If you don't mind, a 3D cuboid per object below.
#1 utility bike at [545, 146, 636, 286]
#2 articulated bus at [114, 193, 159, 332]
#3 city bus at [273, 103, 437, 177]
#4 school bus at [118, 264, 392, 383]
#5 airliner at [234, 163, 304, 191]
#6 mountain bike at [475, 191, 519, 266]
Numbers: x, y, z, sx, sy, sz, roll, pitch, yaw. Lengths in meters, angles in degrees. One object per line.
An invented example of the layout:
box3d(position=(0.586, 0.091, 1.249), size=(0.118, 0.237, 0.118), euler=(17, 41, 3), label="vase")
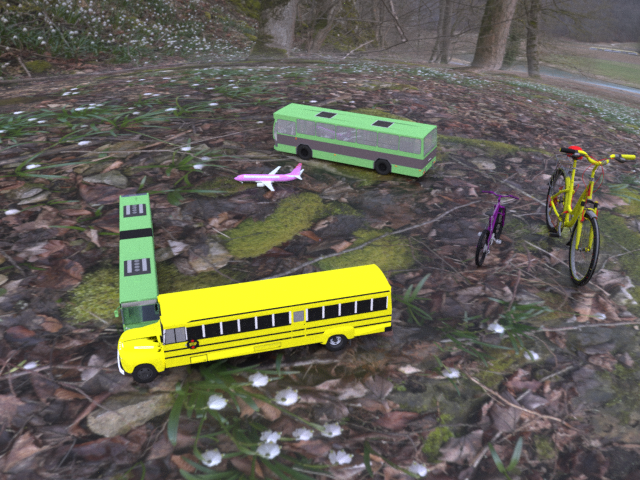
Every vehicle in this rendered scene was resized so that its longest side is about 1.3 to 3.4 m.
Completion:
box3d(position=(3.892, -0.619, 10.452), size=(1.039, 1.839, 2.791), euler=(2, 28, 4), label="utility bike")
box3d(position=(-2.663, 0.220, 10.240), size=(0.605, 0.561, 3.401), euler=(-7, 29, -12), label="articulated bus")
box3d(position=(0.658, -1.989, 14.009), size=(3.255, 0.894, 0.926), euler=(14, 31, 24), label="city bus")
box3d(position=(-0.784, 0.976, 8.529), size=(3.322, 0.844, 0.709), euler=(-7, 29, -14), label="school bus")
box3d(position=(-0.965, -1.249, 13.120), size=(1.307, 0.429, 1.161), euler=(1, 28, 3), label="airliner")
box3d(position=(2.641, -0.211, 10.719), size=(0.573, 0.868, 1.469), euler=(14, 31, 25), label="mountain bike")
